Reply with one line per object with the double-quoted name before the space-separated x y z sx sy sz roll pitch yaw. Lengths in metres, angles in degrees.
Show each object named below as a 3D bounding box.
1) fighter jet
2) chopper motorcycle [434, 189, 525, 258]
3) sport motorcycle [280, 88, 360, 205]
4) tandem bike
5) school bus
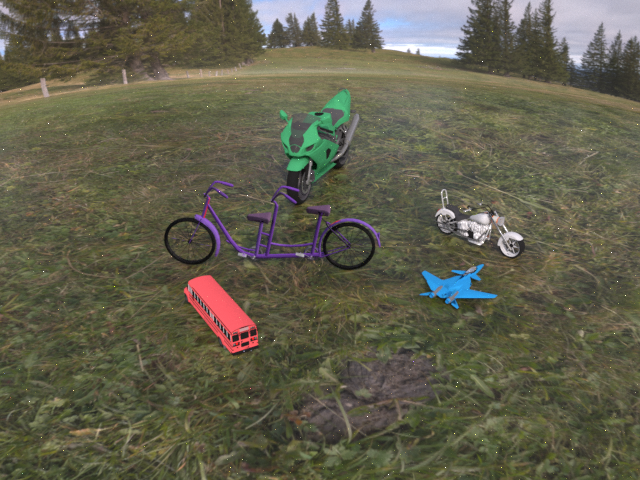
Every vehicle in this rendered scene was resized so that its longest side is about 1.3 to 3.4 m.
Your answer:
"fighter jet" 2.013 0.517 9.894 1.147 0.286 1.358 19 32 34
"chopper motorcycle" 2.489 -0.261 10.952 1.563 0.761 0.466 22 33 38
"sport motorcycle" 0.006 -1.818 13.199 0.983 1.596 2.955 9 27 18
"tandem bike" -0.713 -0.185 10.149 3.192 1.326 0.550 2 26 3
"school bus" -1.312 0.895 8.946 0.365 0.434 1.708 -14 29 -27
